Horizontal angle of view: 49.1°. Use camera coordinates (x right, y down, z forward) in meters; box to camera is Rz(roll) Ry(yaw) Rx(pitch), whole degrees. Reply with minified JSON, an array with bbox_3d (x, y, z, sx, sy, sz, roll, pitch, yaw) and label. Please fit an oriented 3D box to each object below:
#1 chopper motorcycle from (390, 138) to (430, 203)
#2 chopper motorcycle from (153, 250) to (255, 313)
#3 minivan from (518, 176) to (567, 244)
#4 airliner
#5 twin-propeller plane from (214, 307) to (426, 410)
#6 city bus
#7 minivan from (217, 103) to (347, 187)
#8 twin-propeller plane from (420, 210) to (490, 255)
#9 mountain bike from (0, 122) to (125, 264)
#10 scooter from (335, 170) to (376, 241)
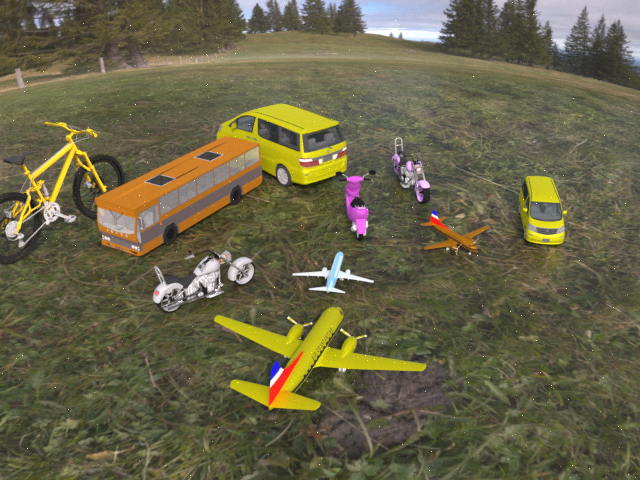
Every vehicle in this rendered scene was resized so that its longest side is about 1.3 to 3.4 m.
[{"bbox_3d":[1.659,-1.277,12.769,0.466,0.761,1.563,-7,29,-13],"label":"chopper motorcycle"},{"bbox_3d":[-1.552,0.464,9.497,1.563,0.761,0.466,-22,35,-35],"label":"chopper motorcycle"},{"bbox_3d":[3.623,-0.495,11.454,0.681,0.616,1.548,4,28,8],"label":"minivan"},{"bbox_3d":[0.206,0.386,9.997,1.161,0.429,1.307,5,28,9],"label":"airliner"},{"bbox_3d":[-0.132,1.221,8.043,2.663,0.792,2.129,11,30,19],"label":"twin-propeller plane"},{"bbox_3d":[-2.223,-0.791,11.713,0.926,0.894,3.255,15,32,27],"label":"city bus"},{"bbox_3d":[-0.832,-1.991,13.646,1.324,1.197,3.011,-22,35,-36],"label":"minivan"},{"bbox_3d":[2.086,-0.108,10.949,1.370,0.407,1.095,-17,32,-29],"label":"twin-propeller plane"},{"bbox_3d":[-4.127,-0.798,10.882,1.114,1.688,2.857,15,32,26],"label":"mountain bike"},{"bbox_3d":[0.592,-0.636,11.396,0.662,0.919,1.399,-2,28,-4],"label":"scooter"}]
